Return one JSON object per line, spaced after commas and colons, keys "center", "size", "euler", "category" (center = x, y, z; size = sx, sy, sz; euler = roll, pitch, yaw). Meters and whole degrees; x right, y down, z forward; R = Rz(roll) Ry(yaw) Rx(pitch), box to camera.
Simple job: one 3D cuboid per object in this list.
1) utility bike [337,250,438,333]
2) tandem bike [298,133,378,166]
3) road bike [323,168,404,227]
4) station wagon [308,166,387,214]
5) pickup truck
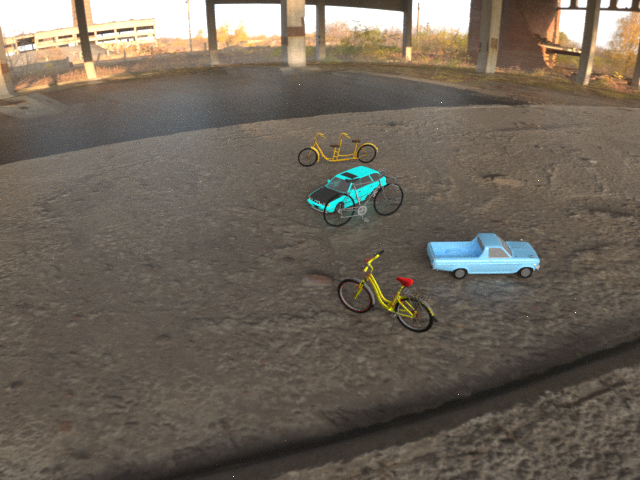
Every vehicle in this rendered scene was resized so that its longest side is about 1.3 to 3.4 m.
{"center": [0.822, 0.691, 8.900], "size": [1.435, 0.946, 0.535], "euler": [16, 31, 27], "category": "utility bike"}
{"center": [0.369, -1.819, 14.003], "size": [1.642, 0.682, 0.283], "euler": [-5, 28, -9], "category": "tandem bike"}
{"center": [0.744, -0.700, 11.672], "size": [1.545, 0.852, 0.358], "euler": [-13, 30, -24], "category": "road bike"}
{"center": [0.491, -0.932, 12.526], "size": [0.682, 0.473, 1.597], "euler": [24, 36, 38], "category": "station wagon"}
{"center": [2.396, 0.206, 10.301], "size": [1.603, 0.511, 0.640], "euler": [-1, 28, -1], "category": "pickup truck"}
